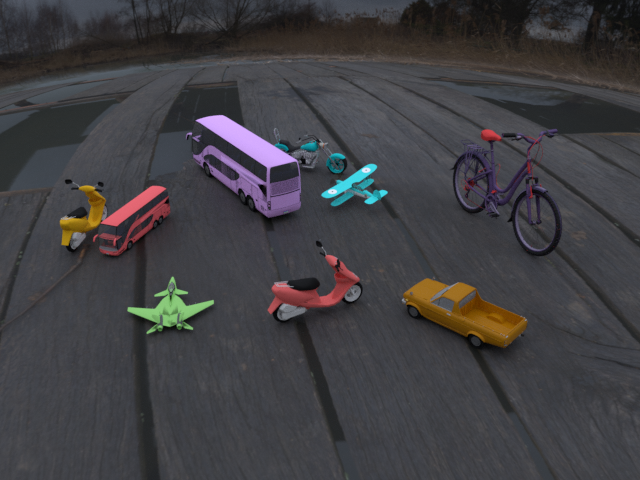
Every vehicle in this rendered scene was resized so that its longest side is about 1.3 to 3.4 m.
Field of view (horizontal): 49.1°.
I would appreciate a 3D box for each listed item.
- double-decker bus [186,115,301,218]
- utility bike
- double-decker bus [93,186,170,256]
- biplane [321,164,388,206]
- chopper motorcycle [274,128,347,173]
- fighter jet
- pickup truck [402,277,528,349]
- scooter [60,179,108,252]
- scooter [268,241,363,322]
[{"bbox_3d":[-1.446,-1.433,12.807,0.756,1.052,3.251,-17,33,-29],"label":"double-decker bus"},{"bbox_3d":[3.020,-1.012,11.209,1.039,1.839,2.791,-13,31,-22],"label":"utility bike"},{"bbox_3d":[-2.987,-0.313,11.284,0.389,0.541,1.672,10,30,17],"label":"double-decker bus"},{"bbox_3d":[0.645,-0.869,12.344,1.090,0.504,1.336,25,37,38],"label":"biplane"},{"bbox_3d":[-0.221,-1.734,13.664,1.563,0.761,0.466,10,30,18],"label":"chopper motorcycle"},{"bbox_3d":[-2.035,0.777,9.546,1.147,0.286,1.358,-4,29,-8],"label":"fighter jet"},{"bbox_3d":[1.854,0.898,9.090,1.603,0.511,0.640,24,36,36],"label":"pickup truck"},{"bbox_3d":[-3.763,-0.460,11.158,0.662,0.919,1.399,5,29,9],"label":"scooter"},{"bbox_3d":[-0.038,0.575,9.256,1.399,0.919,0.662,-14,31,-23],"label":"scooter"}]
